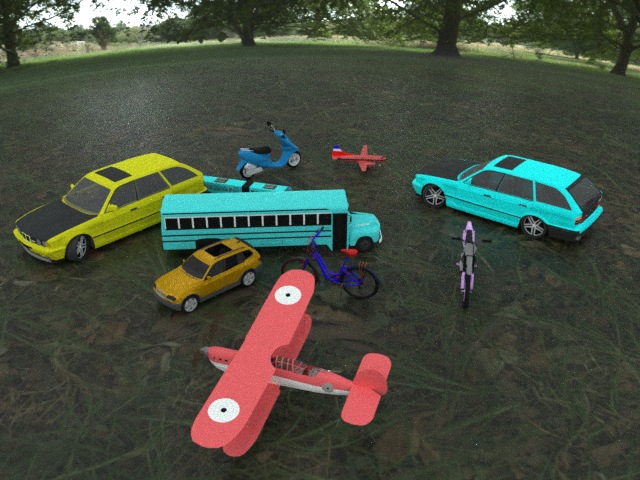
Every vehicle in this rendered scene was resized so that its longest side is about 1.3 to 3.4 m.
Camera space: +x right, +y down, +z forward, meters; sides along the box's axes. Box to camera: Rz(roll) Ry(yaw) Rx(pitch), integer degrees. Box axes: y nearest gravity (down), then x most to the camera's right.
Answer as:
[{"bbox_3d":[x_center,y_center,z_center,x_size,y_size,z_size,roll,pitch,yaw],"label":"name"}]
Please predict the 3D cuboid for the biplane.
[{"bbox_3d":[-0.332,1.421,7.391,2.120,0.981,2.598,9,30,17],"label":"biplane"}]

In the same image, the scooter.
[{"bbox_3d":[-0.956,-1.690,13.223,1.399,0.919,0.662,-17,33,-29],"label":"scooter"}]

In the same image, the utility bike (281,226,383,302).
[{"bbox_3d":[0.139,0.370,9.375,1.435,0.946,0.535,7,29,13],"label":"utility bike"}]

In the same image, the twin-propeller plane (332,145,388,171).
[{"bbox_3d":[0.777,-1.643,13.675,1.095,0.407,1.370,2,28,4],"label":"twin-propeller plane"}]

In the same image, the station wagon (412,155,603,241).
[{"bbox_3d":[3.071,-0.894,11.745,3.105,0.920,1.327,21,35,33],"label":"station wagon"}]

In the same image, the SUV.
[{"bbox_3d":[-1.535,0.437,9.637,1.572,0.580,0.656,-24,36,-37],"label":"SUV"}]

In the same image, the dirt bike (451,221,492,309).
[{"bbox_3d":[2.043,0.279,9.638,0.527,0.857,1.493,5,29,9],"label":"dirt bike"}]

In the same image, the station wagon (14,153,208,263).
[{"bbox_3d":[-3.323,-0.629,11.254,1.327,0.920,3.105,23,36,36],"label":"station wagon"}]

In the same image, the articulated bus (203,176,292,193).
[{"bbox_3d":[-1.358,-0.882,12.389,1.749,0.289,0.311,9,29,15],"label":"articulated bus"}]

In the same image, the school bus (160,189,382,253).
[{"bbox_3d":[-0.712,-0.277,10.682,3.322,0.844,0.709,-2,28,-4],"label":"school bus"}]
